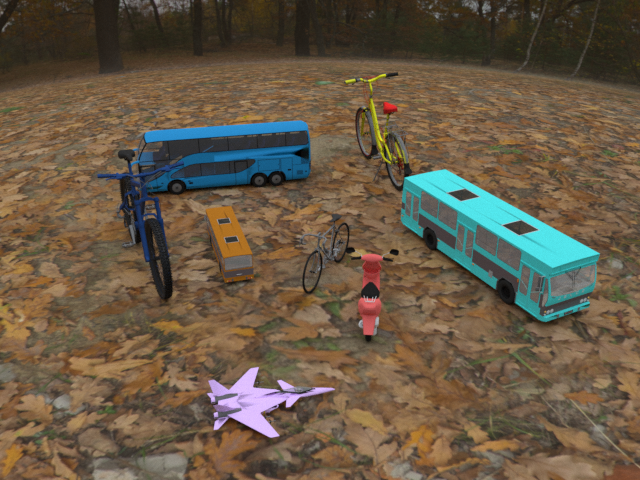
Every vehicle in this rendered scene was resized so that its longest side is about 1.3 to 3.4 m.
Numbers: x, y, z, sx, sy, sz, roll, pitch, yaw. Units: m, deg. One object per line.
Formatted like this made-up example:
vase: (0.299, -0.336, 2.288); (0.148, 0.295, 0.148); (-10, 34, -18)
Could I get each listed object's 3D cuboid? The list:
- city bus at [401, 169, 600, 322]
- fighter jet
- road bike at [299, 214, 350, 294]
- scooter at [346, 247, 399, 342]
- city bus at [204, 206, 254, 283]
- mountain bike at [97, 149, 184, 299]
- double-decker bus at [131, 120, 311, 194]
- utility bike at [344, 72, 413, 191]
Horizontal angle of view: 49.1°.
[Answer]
city bus: (2.381, -0.010, 9.954); (0.926, 0.894, 3.255); (-13, 30, -24)
fighter jet: (-0.494, 1.627, 7.438); (1.358, 0.286, 1.147); (-7, 28, -13)
road bike: (0.103, 0.121, 9.746); (0.358, 0.852, 1.545); (12, 30, 22)
scooter: (0.637, 0.586, 8.769); (0.662, 0.919, 1.399); (2, 27, 5)
city bus: (-1.346, 0.056, 10.301); (0.476, 0.460, 1.674); (-8, 28, -15)
mountain bike: (-2.516, -0.388, 9.823); (1.114, 1.688, 2.857); (-12, 30, -22)
double-decker bus: (-1.786, -1.502, 12.683); (3.251, 1.052, 0.756); (-6, 28, -12)
utility bike: (1.040, -2.065, 12.916); (1.039, 1.839, 2.791); (-8, 28, -14)
